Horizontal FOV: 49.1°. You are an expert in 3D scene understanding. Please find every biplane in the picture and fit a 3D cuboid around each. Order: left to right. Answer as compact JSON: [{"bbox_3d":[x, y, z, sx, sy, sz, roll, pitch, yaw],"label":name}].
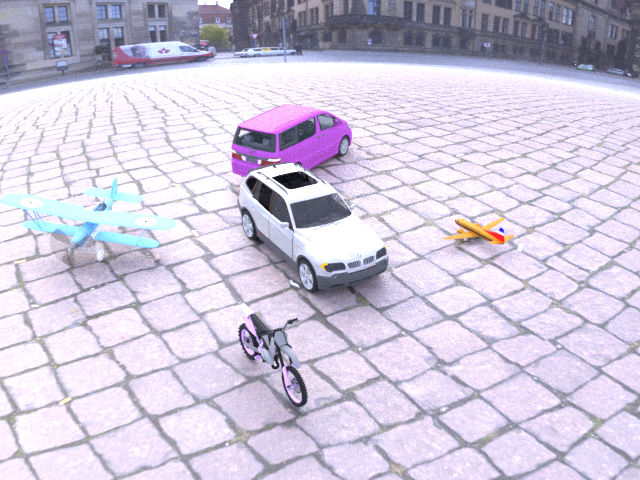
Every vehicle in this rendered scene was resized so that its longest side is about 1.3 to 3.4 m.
[{"bbox_3d":[-3.448,-0.329,10.919,2.598,0.981,2.120,1,28,3],"label":"biplane"}]

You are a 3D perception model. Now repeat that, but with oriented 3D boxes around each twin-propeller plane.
[{"bbox_3d":[2.560,-0.182,11.256,1.370,0.407,1.095,-17,32,-30],"label":"twin-propeller plane"}]

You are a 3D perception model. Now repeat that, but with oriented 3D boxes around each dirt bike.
[{"bbox_3d":[-0.561,1.252,8.024,0.527,0.857,1.493,-17,32,-29],"label":"dirt bike"}]

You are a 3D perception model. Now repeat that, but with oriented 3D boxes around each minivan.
[{"bbox_3d":[-0.478,-2.053,13.986,1.324,1.197,3.011,16,32,28],"label":"minivan"}]

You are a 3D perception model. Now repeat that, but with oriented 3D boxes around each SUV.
[{"bbox_3d":[-0.197,-0.306,10.715,1.276,1.128,3.058,-16,31,-27],"label":"SUV"}]
